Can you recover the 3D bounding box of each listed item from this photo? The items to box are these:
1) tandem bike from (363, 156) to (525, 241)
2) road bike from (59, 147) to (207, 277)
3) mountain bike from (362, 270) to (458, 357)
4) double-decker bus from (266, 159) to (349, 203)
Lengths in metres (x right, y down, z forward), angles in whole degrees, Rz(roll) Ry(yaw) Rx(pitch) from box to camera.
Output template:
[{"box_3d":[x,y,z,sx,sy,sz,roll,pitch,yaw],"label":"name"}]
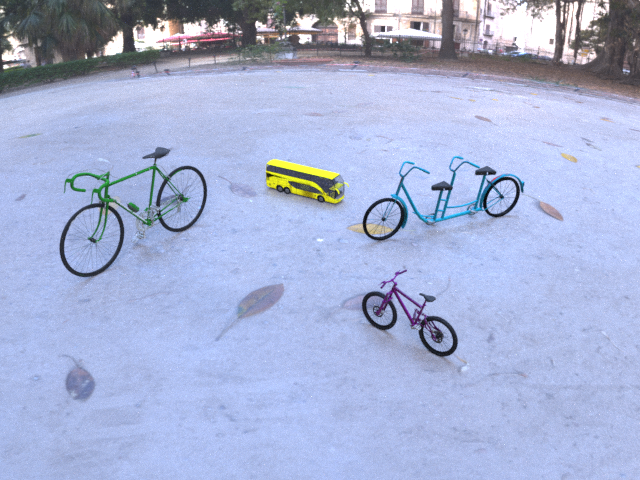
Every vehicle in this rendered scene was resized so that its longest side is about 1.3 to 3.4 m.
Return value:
[{"box_3d":[2.172,-0.795,11.884,3.192,1.326,0.550,-11,30,-20],"label":"tandem bike"},{"box_3d":[-2.873,-0.562,11.090,0.697,1.656,3.004,19,33,31],"label":"road bike"},{"box_3d":[1.149,0.949,9.074,1.469,0.868,0.573,21,35,34],"label":"mountain bike"},{"box_3d":[-0.271,-1.111,13.322,1.672,0.541,0.389,16,32,27],"label":"double-decker bus"}]
